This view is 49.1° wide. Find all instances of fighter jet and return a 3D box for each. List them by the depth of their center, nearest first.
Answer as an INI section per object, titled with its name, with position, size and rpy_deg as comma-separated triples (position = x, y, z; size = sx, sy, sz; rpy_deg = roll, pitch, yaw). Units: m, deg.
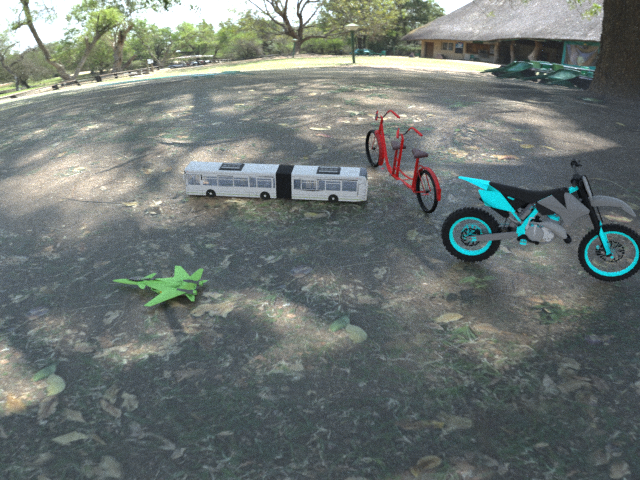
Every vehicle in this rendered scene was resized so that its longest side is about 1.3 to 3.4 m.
[fighter jet]
position = -2.351, 0.573, 10.026
size = 1.358, 0.286, 1.147
rpy_deg = 5, 27, 10

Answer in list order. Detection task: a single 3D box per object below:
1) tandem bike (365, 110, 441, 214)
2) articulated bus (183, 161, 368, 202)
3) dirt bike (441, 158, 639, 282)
[tandem bike]
position = 1.492, -1.580, 13.103
size = 0.550, 1.326, 3.192
rpy_deg = -9, 28, -17
[articulated bus]
position = -0.827, -1.085, 12.975
size = 3.401, 0.561, 0.605
rpy_deg = 3, 27, 5
[dirt bike]
position = 3.245, -0.280, 10.181
size = 2.903, 1.666, 1.024
rpy_deg = 8, 28, 16
